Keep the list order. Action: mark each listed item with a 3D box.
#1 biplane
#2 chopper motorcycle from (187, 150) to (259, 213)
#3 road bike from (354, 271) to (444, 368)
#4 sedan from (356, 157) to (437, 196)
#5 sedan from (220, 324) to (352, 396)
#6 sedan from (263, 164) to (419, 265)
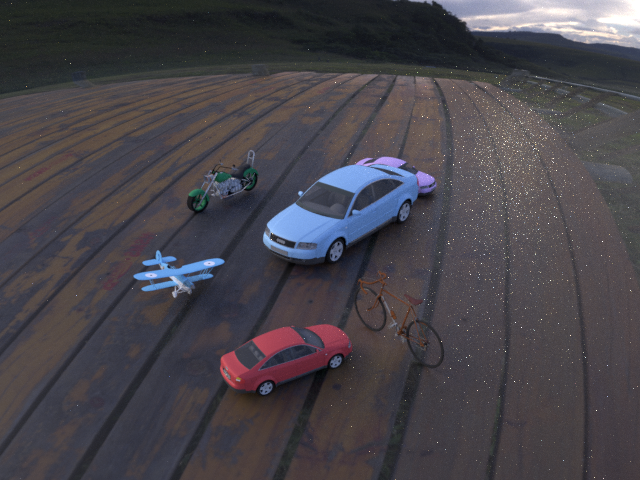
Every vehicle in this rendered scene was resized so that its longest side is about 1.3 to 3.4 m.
[{"bbox_3d":[-1.999,0.460,9.712,1.336,0.504,1.090,-21,34,-34],"label":"biplane"},{"bbox_3d":[-1.698,-1.035,12.306,0.466,0.761,1.563,23,35,37],"label":"chopper motorcycle"},{"bbox_3d":[0.925,0.929,8.436,0.358,0.852,1.545,-20,34,-34],"label":"road bike"},{"bbox_3d":[1.394,-1.225,12.972,1.613,0.483,0.635,18,33,31],"label":"sedan"},{"bbox_3d":[-0.365,1.299,8.125,1.613,0.483,0.635,-16,31,-27],"label":"sedan"},{"bbox_3d":[0.400,-0.561,11.203,1.235,0.940,3.137,21,34,35],"label":"sedan"}]
